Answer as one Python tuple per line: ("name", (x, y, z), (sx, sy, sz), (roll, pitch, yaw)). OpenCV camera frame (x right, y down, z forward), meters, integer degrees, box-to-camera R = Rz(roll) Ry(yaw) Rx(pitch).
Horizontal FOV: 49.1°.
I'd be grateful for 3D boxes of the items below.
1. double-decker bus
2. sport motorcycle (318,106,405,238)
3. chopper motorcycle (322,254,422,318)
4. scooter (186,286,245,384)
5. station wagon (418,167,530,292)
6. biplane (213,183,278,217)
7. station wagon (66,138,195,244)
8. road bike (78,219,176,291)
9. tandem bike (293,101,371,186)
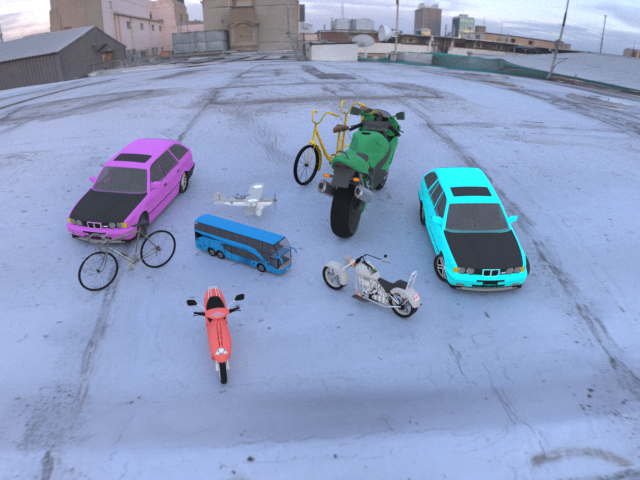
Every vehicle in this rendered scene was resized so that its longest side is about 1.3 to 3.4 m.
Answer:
("double-decker bus", (-1.147, 0.064, 10.481), (1.672, 0.541, 0.389), (16, 32, 27))
("sport motorcycle", (0.743, -1.211, 11.771), (0.983, 1.596, 2.955), (9, 29, 17))
("chopper motorcycle", (0.667, 0.515, 9.388), (1.563, 0.761, 0.466), (22, 35, 35))
("scooter", (-1.223, 0.982, 8.332), (0.662, 0.919, 1.399), (-6, 28, -10))
("station wagon", (2.290, -0.309, 10.782), (1.327, 0.920, 3.105), (0, 28, -1))
("biplane", (-1.265, -0.671, 11.916), (1.090, 0.504, 1.336), (0, 28, 0))
("station wagon", (-3.191, -0.966, 12.030), (1.327, 0.920, 3.105), (5, 28, 9))
("road bike", (-2.724, 0.172, 9.942), (1.545, 0.852, 0.358), (-23, 36, -37))
("tandem bike", (0.453, -2.082, 13.716), (0.550, 1.326, 3.192), (18, 33, 31))
